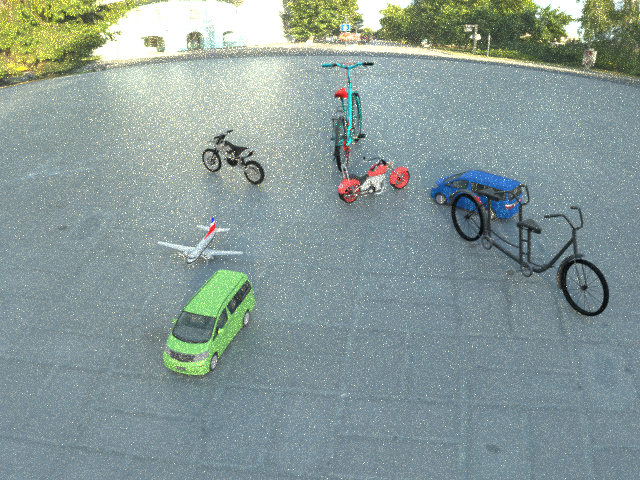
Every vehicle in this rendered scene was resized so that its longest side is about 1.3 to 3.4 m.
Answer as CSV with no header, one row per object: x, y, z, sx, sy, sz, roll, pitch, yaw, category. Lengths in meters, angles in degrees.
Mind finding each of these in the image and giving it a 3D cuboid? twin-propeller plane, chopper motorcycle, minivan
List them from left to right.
-1.778,0.044,10.575,1.370,0.407,1.095,7,29,12,twin-propeller plane
-1.353,0.988,8.624,0.681,0.616,1.548,9,30,16,minivan
0.970,-1.126,12.352,1.563,0.761,0.466,-19,34,-30,chopper motorcycle
2.658,-0.837,11.974,1.548,0.616,0.681,21,35,33,minivan

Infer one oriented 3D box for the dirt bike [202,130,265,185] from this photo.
-1.645,-1.548,13.028,1.493,0.857,0.527,18,33,29,dirt bike

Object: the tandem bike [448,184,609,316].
2.857,-0.120,9.916,0.550,1.326,3.192,-15,32,-25,tandem bike

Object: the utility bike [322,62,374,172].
0.474,-2.530,13.803,1.039,1.839,2.791,6,29,10,utility bike
